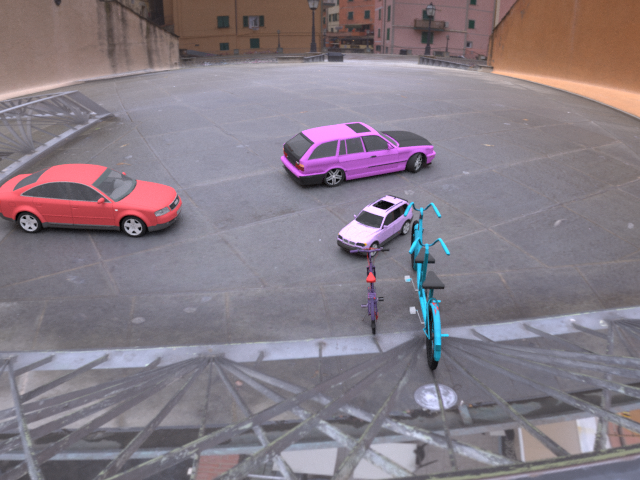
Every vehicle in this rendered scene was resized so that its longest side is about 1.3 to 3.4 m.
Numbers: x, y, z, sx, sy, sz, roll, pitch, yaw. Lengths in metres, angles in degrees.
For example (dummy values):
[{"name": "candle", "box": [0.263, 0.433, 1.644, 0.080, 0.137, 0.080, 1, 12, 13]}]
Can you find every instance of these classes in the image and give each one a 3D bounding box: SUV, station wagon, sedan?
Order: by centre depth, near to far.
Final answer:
[{"name": "SUV", "box": [0.926, -0.268, 11.512, 0.656, 0.580, 1.572, 21, 35, 33]}, {"name": "sedan", "box": [-3.958, -0.755, 12.036, 3.137, 0.940, 1.235, 3, 28, 5]}, {"name": "station wagon", "box": [0.813, -1.834, 14.059, 3.105, 0.920, 1.327, -11, 30, -20]}]

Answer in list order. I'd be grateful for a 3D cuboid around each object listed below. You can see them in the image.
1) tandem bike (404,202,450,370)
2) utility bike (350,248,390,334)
[{"name": "tandem bike", "box": [1.413, 0.422, 9.446, 0.550, 1.326, 3.192, 1, 28, 2]}, {"name": "utility bike", "box": [0.663, 0.610, 9.497, 0.535, 0.946, 1.435, 1, 28, 2]}]
